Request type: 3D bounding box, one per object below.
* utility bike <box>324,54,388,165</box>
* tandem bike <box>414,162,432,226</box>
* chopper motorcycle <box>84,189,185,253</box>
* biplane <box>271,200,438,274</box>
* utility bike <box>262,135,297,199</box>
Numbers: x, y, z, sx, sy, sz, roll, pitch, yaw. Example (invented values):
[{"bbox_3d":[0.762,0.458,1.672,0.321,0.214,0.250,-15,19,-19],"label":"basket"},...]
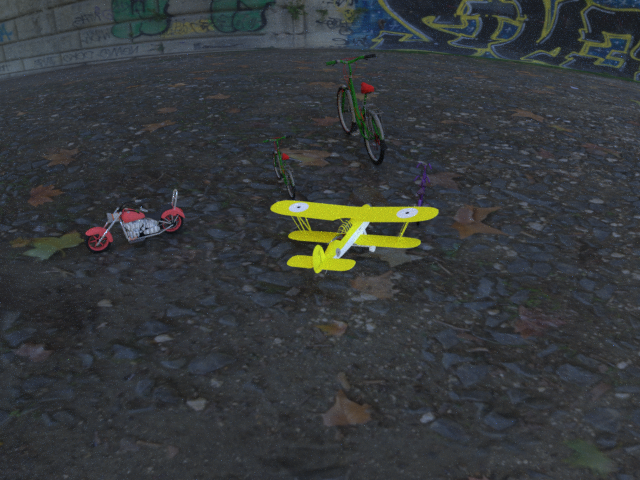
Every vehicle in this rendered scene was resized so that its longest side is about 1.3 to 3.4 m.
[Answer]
[{"bbox_3d":[0.699,-2.644,13.859,1.039,1.839,2.791,-9,31,-15],"label":"utility bike"},{"bbox_3d":[1.726,-0.838,11.849,0.283,0.682,1.642,6,30,10],"label":"tandem bike"},{"bbox_3d":[-2.863,-0.296,10.813,1.563,0.761,0.466,-15,33,-24],"label":"chopper motorcycle"},{"bbox_3d":[0.319,-0.058,10.170,2.598,0.981,2.120,12,32,21],"label":"biplane"},{"bbox_3d":[-0.699,-1.326,12.441,0.535,0.946,1.435,-9,31,-16],"label":"utility bike"}]
